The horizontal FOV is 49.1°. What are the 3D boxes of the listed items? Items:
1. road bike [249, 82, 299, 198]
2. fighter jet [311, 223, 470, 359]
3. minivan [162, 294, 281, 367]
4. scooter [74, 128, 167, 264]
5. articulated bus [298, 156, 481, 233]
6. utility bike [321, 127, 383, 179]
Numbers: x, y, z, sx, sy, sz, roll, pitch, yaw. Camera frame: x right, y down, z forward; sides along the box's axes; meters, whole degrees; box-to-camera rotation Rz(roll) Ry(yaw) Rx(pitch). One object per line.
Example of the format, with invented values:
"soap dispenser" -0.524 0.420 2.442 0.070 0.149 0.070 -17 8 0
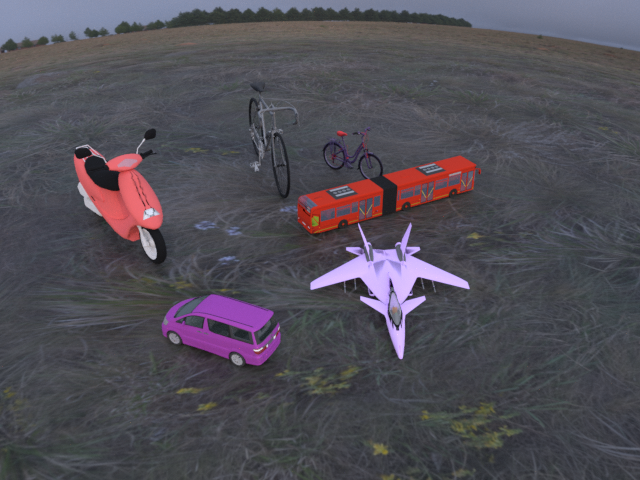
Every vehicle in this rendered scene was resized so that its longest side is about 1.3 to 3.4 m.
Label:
"road bike" -0.973 -1.971 12.882 0.696 1.656 3.004 -9 32 -15
"fighter jet" 0.984 0.632 9.627 2.229 0.557 2.640 0 31 0
"minivan" -1.281 1.065 8.851 1.548 0.616 0.681 14 34 22
"scooter" -3.171 -0.842 10.882 1.288 1.786 2.721 -24 38 -34
"articulated bus" 1.226 -0.807 12.011 3.401 0.561 0.605 -16 35 -25
"utility bike" 0.620 -1.675 13.079 1.435 0.946 0.535 22 38 32
